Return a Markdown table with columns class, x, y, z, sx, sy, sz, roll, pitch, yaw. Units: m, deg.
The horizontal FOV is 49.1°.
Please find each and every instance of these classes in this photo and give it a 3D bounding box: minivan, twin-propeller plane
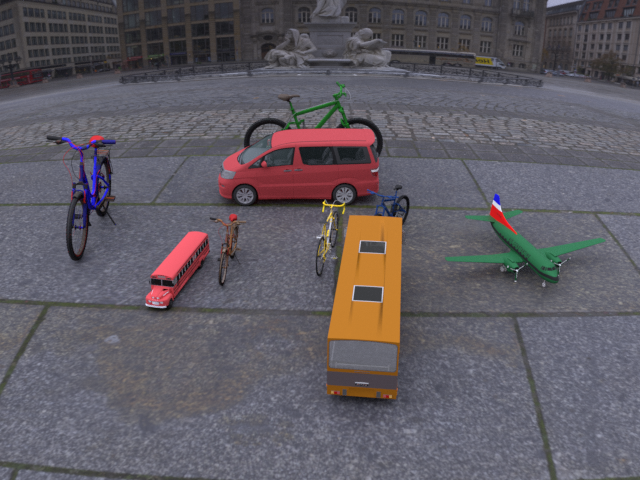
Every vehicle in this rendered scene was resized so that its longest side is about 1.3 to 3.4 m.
| class | x | y | z | sx | sy | sz | roll | pitch | yaw |
| --- | --- | --- | --- | --- | --- | --- | --- | --- | --- |
| minivan | -0.403 | -1.410 | 13.106 | 3.011 | 1.197 | 1.324 | 0 | 27 | -1 |
| twin-propeller plane | 3.095 | 0.004 | 10.761 | 2.663 | 0.792 | 2.129 | -7 | 28 | -13 |

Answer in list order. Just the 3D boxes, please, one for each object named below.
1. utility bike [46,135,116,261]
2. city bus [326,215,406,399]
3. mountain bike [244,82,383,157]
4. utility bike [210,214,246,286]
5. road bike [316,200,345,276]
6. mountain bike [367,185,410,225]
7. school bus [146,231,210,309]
| class | x | y | z | sx | sy | sz | roll | pitch | yaw |
| --- | --- | --- | --- | --- | --- | --- | --- | --- | --- |
| utility bike | -3.689 | -0.941 | 11.469 | 1.039 | 1.839 | 2.791 | -1 | 27 | -2 |
| city bus | 0.647 | 0.761 | 9.150 | 0.926 | 0.894 | 3.255 | 3 | 27 | 6 |
| mountain bike | -0.134 | -2.240 | 14.203 | 2.857 | 1.688 | 1.114 | 0 | 27 | 0 |
| utility bike | -1.330 | 0.023 | 10.552 | 0.535 | 0.946 | 1.435 | 2 | 27 | 3 |
| road bike | 0.120 | -0.075 | 10.851 | 0.358 | 0.852 | 1.545 | 6 | 27 | 12 |
| mountain bike | 1.143 | -0.463 | 11.598 | 0.573 | 0.868 | 1.469 | 16 | 31 | 29 |
| school bus | -2.087 | 0.429 | 10.316 | 0.365 | 0.434 | 1.708 | 6 | 27 | 11 |
